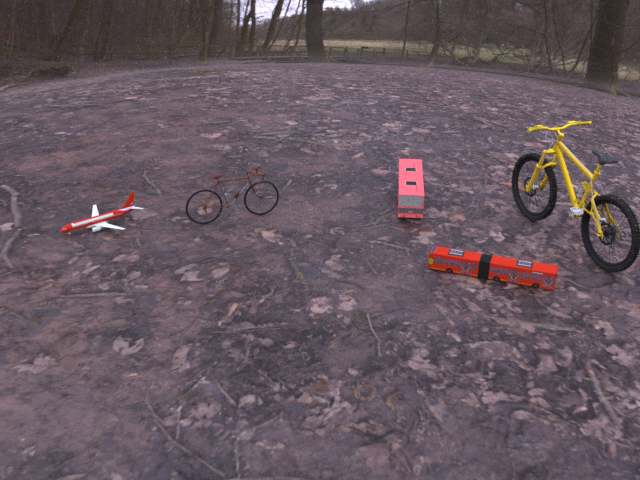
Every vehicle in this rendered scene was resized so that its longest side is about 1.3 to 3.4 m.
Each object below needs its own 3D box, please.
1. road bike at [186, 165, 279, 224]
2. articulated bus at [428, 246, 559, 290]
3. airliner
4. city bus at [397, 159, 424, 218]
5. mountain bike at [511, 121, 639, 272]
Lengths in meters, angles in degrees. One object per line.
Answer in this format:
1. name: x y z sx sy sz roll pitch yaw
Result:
1. road bike: -1.394 -0.716 11.200 1.545 0.852 0.358 -10 29 -19
2. articulated bus: 2.381 0.381 9.672 1.749 0.289 0.311 10 29 18
3. airliner: -3.496 -0.418 11.081 1.307 0.429 1.161 -20 33 -33
4. city bus: 1.540 -0.878 11.948 0.476 0.460 1.674 3 27 5
5. mountain bike: 3.722 -0.739 10.325 1.114 1.688 2.857 -9 28 -18
